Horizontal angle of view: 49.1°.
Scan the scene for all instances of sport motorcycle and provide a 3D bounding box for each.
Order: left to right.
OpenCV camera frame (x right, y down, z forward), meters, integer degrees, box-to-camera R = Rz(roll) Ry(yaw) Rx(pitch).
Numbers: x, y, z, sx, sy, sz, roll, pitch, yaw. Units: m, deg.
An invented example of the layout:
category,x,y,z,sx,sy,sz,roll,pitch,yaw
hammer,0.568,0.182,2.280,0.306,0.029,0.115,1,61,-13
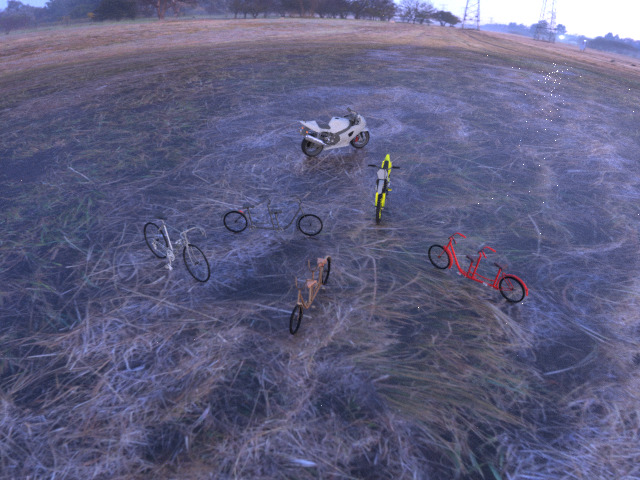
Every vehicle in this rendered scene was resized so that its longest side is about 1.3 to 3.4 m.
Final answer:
category,x,y,z,sx,sy,sz,roll,pitch,yaw
sport motorcycle,0.306,-2.124,13.906,1.520,0.821,0.506,-12,33,-20

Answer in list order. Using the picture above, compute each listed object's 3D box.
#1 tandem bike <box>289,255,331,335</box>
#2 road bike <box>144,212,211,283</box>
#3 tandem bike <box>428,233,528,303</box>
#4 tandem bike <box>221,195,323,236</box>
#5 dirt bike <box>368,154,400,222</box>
category,x,y,z,sx,sy,sz,roll,pitch,yaw
tandem bike,-0.110,0.605,9.404,0.283,0.682,1.642,10,32,16
road bike,-2.107,0.062,10.160,1.545,0.852,0.358,25,38,35
tandem bike,2.197,0.350,9.838,1.642,0.682,0.283,26,39,37
tandem bike,-0.770,-0.386,11.089,1.642,0.682,0.283,3,31,5
dirt bike,1.080,-0.938,11.855,0.527,0.857,1.493,6,31,9
